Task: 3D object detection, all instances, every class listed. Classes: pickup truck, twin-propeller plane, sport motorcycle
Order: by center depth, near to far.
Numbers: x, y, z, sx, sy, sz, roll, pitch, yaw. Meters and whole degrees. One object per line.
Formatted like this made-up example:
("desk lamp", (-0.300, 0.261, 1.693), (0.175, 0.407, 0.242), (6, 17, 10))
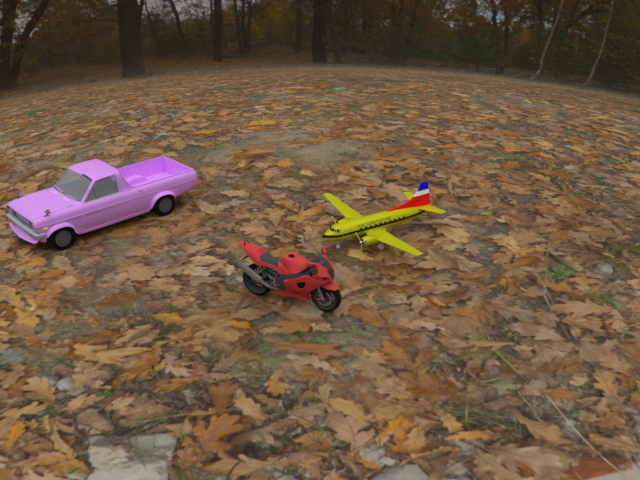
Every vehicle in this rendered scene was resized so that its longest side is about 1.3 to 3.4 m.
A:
("sport motorcycle", (-0.410, 0.478, 9.474), (1.520, 0.821, 0.506), (12, 29, 22))
("twin-propeller plane", (0.941, -0.394, 11.238), (2.129, 0.792, 2.663), (-15, 30, -27))
("pickup truck", (-3.620, -0.814, 11.849), (3.117, 0.993, 1.244), (-24, 35, -39))
